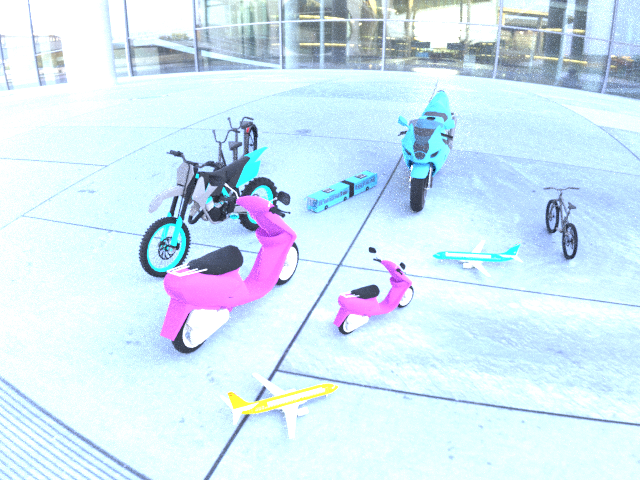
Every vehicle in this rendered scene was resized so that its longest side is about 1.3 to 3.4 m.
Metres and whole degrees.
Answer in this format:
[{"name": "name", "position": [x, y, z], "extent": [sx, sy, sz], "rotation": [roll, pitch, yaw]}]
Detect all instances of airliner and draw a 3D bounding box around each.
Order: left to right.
[{"name": "airliner", "position": [-0.388, 1.659, 7.582], "extent": [1.307, 0.429, 1.161], "rotation": [-11, 29, -21]}, {"name": "airliner", "position": [2.364, 0.172, 10.542], "extent": [1.307, 0.429, 1.161], "rotation": [4, 27, 7]}]

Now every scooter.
[{"name": "scooter", "position": [-1.065, 0.205, 8.965], "extent": [1.288, 1.786, 2.721], "rotation": [16, 31, 28]}, {"name": "scooter", "position": [0.733, 0.650, 9.046], "extent": [1.399, 0.919, 0.662], "rotation": [-20, 33, -35]}]

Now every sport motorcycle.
[{"name": "sport motorcycle", "position": [2.024, -1.701, 12.969], "extent": [0.983, 1.596, 2.955], "rotation": [7, 28, 14]}]

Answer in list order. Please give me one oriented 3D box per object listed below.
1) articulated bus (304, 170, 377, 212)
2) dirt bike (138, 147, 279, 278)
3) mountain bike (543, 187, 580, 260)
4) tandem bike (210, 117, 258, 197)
[{"name": "articulated bus", "position": [0.424, -0.907, 12.846], "extent": [0.311, 0.289, 1.749], "rotation": [22, 34, 37]}, {"name": "dirt bike", "position": [-1.616, -0.573, 10.647], "extent": [1.024, 1.666, 2.903], "rotation": [19, 32, 33]}, {"name": "mountain bike", "position": [3.822, -0.323, 11.038], "extent": [0.573, 0.868, 1.469], "rotation": [0, 27, 0]}, {"name": "tandem bike", "position": [-1.595, -1.695, 13.260], "extent": [0.550, 1.326, 3.192], "rotation": [4, 27, 8]}]
